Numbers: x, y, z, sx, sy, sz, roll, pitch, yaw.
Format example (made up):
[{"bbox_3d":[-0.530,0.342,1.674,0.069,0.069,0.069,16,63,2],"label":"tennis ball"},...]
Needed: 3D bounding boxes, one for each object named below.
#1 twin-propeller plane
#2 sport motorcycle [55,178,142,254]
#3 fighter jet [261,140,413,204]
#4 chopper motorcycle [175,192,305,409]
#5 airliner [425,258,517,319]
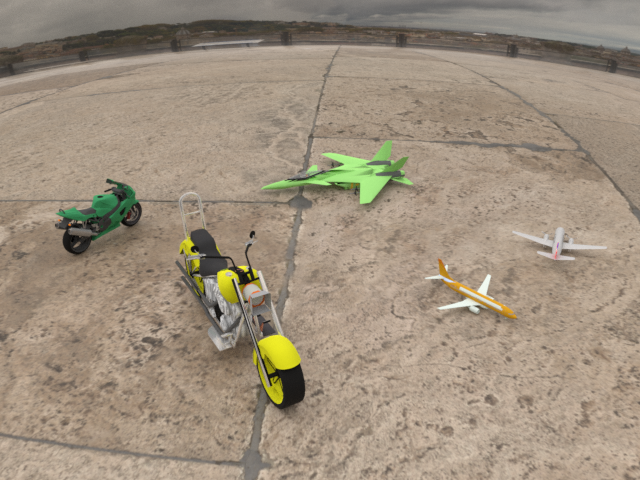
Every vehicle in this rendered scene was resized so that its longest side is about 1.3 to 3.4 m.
[{"bbox_3d":[3.550,0.012,10.420,1.370,0.407,1.095,11,32,18],"label":"twin-propeller plane"},{"bbox_3d":[-3.329,-0.375,10.679,0.506,0.821,1.520,19,35,29],"label":"sport motorcycle"},{"bbox_3d":[0.232,-1.230,12.438,2.640,0.557,2.229,-9,31,-15],"label":"fighter jet"},{"bbox_3d":[-1.011,0.625,8.271,0.906,1.480,3.040,-16,33,-25],"label":"chopper motorcycle"},{"bbox_3d":[2.052,0.659,9.268,1.161,0.429,1.307,-26,39,-37],"label":"airliner"}]
